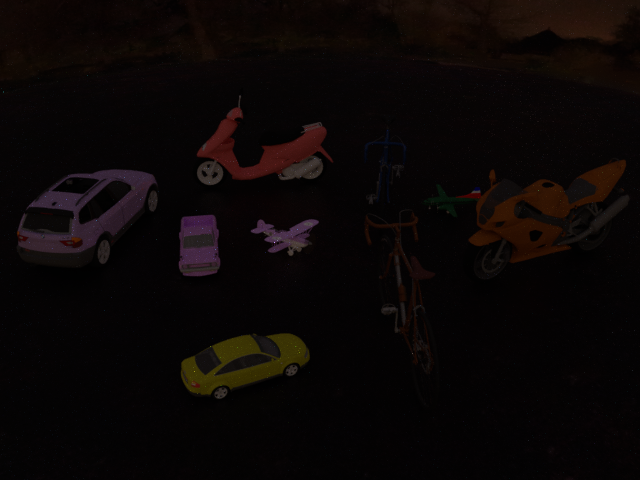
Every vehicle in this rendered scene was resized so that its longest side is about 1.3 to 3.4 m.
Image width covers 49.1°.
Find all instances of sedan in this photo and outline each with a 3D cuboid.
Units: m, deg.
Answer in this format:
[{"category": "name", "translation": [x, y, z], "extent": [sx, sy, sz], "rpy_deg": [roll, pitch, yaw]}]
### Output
[{"category": "sedan", "translation": [-0.900, 1.463, 8.610], "extent": [1.613, 0.483, 0.635], "rpy_deg": [-13, 32, -23]}]

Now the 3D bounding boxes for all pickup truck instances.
[{"category": "pickup truck", "translation": [-1.938, 0.021, 11.208], "extent": [0.640, 0.511, 1.603], "rpy_deg": [-4, 29, -8]}]

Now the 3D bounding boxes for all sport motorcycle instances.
[{"category": "sport motorcycle", "translation": [3.441, -0.313, 10.689], "extent": [2.955, 1.596, 0.983], "rpy_deg": [-14, 32, -23]}]

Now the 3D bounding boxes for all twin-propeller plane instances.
[{"category": "twin-propeller plane", "translation": [2.396, -0.760, 12.738], "extent": [1.095, 0.407, 1.370], "rpy_deg": [-2, 29, -4]}]

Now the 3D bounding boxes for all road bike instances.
[{"category": "road bike", "translation": [1.057, 0.732, 8.724], "extent": [0.697, 1.656, 3.004], "rpy_deg": [-4, 29, -7]}, {"category": "road bike", "translation": [1.163, -1.300, 12.424], "extent": [0.696, 1.656, 3.004], "rpy_deg": [3, 29, 6]}]

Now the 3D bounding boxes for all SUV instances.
[{"category": "SUV", "translation": [-3.779, -0.570, 11.643], "extent": [1.276, 1.128, 3.058], "rpy_deg": [6, 29, 10]}]

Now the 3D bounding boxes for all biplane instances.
[{"category": "biplane", "translation": [-0.574, -0.070, 11.380], "extent": [1.090, 0.504, 1.336], "rpy_deg": [17, 33, 28]}]

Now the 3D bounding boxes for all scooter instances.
[{"category": "scooter", "translation": [-1.105, -1.879, 13.342], "extent": [2.721, 1.786, 1.288], "rpy_deg": [-4, 29, -7]}]
